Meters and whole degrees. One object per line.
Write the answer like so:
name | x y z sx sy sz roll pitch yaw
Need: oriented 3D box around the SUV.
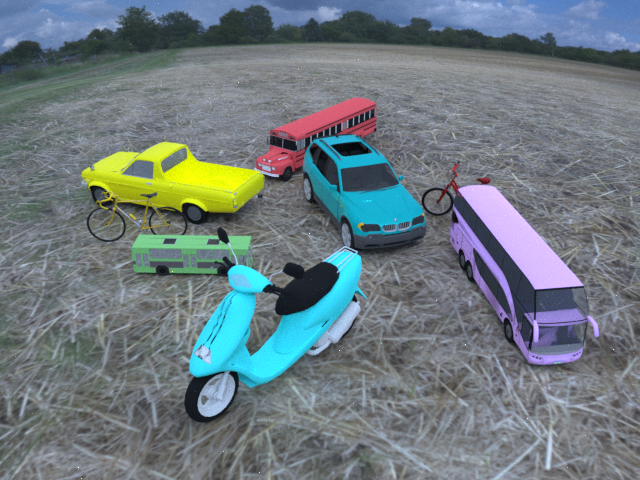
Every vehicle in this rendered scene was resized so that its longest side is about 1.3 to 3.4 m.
SUV | 0.635 -0.873 11.480 1.276 1.128 3.058 -9 29 -17

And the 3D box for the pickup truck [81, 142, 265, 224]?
pickup truck | -2.548 -1.078 12.019 3.117 0.993 1.244 11 29 19

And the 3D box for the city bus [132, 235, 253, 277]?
city bus | -1.824 0.226 10.096 1.674 0.460 0.476 1 28 2

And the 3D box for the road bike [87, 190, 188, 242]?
road bike | -2.829 -0.353 10.783 1.545 0.852 0.358 -1 28 -2

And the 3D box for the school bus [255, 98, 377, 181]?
school bus | -0.033 -2.073 14.085 0.709 0.844 3.322 19 33 32

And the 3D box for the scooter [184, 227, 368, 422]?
scooter | -0.416 0.741 7.677 1.288 1.786 2.721 24 36 38

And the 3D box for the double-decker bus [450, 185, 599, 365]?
double-decker bus | 2.511 0.366 9.190 0.756 1.052 3.251 -4 28 -7

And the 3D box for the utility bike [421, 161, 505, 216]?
utility bike | 2.382 -0.744 11.429 1.435 0.946 0.535 7 28 13
